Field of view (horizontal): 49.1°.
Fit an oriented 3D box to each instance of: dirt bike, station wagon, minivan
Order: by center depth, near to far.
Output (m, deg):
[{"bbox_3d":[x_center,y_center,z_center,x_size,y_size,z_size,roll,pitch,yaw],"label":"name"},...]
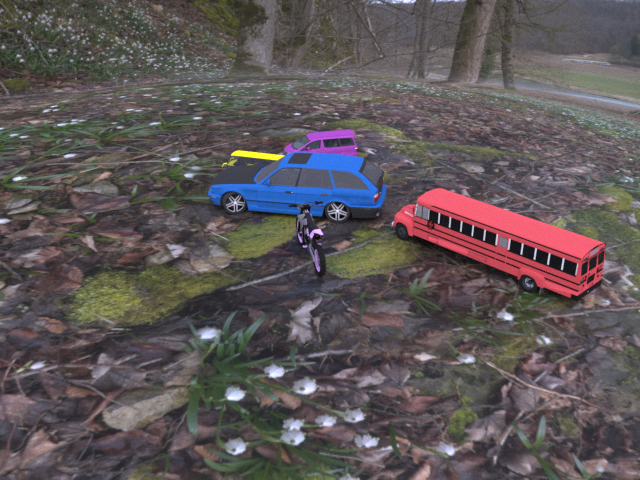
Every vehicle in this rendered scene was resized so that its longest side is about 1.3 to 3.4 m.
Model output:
[{"bbox_3d":[-0.161,-0.098,10.448,0.527,0.857,1.493,-7,27,-14],"label":"dirt bike"},{"bbox_3d":[-0.409,-1.014,12.279,3.105,0.920,1.327,5,26,10],"label":"station wagon"},{"bbox_3d":[-0.011,-1.889,14.451,1.548,0.616,0.681,-6,26,-12],"label":"minivan"}]

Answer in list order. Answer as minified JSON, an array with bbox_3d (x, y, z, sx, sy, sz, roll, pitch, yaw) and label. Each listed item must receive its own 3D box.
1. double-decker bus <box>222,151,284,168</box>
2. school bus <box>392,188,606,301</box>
[{"bbox_3d":[-1.042,-1.374,13.466,1.672,0.541,0.389,8,27,17],"label":"double-decker bus"},{"bbox_3d":[2.473,-0.044,10.351,0.709,0.844,3.322,-22,33,-38],"label":"school bus"}]
